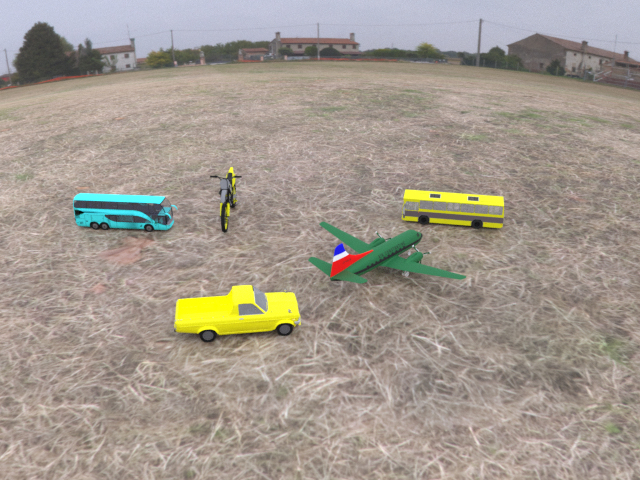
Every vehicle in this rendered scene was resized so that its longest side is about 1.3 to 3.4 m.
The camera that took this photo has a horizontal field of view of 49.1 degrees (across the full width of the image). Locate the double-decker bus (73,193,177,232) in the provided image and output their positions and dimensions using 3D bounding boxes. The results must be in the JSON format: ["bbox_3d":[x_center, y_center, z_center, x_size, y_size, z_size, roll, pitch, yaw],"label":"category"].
[{"bbox_3d":[-3.240,-0.463,11.653,1.672,0.541,0.389,2,26,5],"label":"double-decker bus"}]

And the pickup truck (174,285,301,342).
[{"bbox_3d":[-1.050,0.894,8.925,1.603,0.511,0.640,-4,26,-7],"label":"pickup truck"}]

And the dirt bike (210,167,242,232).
[{"bbox_3d":[-1.554,-0.752,11.883,0.527,0.857,1.493,0,26,0],"label":"dirt bike"}]

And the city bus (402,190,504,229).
[{"bbox_3d":[2.242,-0.511,11.842,1.674,0.460,0.476,5,27,10],"label":"city bus"}]

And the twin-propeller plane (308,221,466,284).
[{"bbox_3d":[0.862,0.130,10.160,2.663,0.792,2.129,22,34,38],"label":"twin-propeller plane"}]
